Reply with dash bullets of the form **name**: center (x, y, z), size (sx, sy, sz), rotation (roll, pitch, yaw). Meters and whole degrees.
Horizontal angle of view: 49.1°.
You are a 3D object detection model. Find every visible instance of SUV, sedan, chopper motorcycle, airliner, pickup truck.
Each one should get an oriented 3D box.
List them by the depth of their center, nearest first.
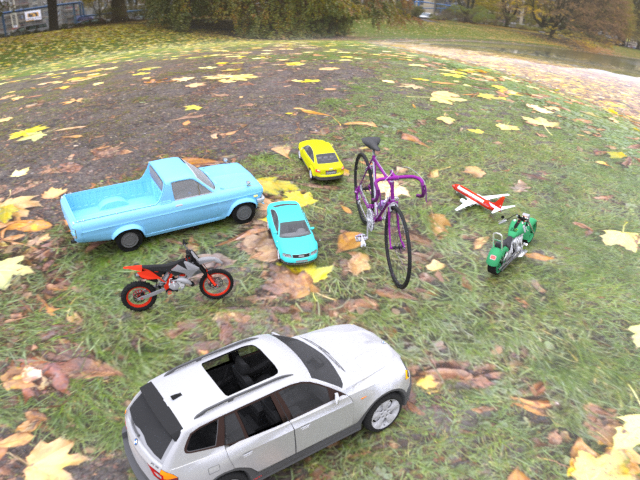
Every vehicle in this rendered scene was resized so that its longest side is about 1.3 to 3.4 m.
- **SUV**: center (-0.464, 1.590, 7.164), size (3.058, 1.128, 1.276), rotation (-19, 35, -29)
- **chopper motorcycle**: center (2.867, -0.057, 10.311), size (0.466, 0.761, 1.563), rotation (21, 36, 31)
- **sedan**: center (-0.442, -0.174, 10.781), size (0.635, 0.483, 1.613), rotation (-7, 31, -11)
- **pickup truck**: center (-2.474, -0.690, 11.154), size (3.117, 0.993, 1.244), rotation (-15, 34, -23)
- **airliner**: center (2.673, -0.785, 11.868), size (1.161, 0.429, 1.307), rotation (-16, 34, -25)
- **sedan**: center (0.001, -1.590, 13.176), size (0.635, 0.483, 1.613), rotation (-8, 31, -13)

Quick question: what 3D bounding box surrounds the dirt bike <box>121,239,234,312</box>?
- **dirt bike**: center (-1.897, 0.499, 9.276), size (1.493, 0.857, 0.527), rotation (-8, 32, -13)

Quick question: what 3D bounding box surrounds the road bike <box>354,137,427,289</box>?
- **road bike**: center (0.882, -0.571, 10.301), size (0.697, 1.656, 3.004), rotation (-6, 31, -10)
